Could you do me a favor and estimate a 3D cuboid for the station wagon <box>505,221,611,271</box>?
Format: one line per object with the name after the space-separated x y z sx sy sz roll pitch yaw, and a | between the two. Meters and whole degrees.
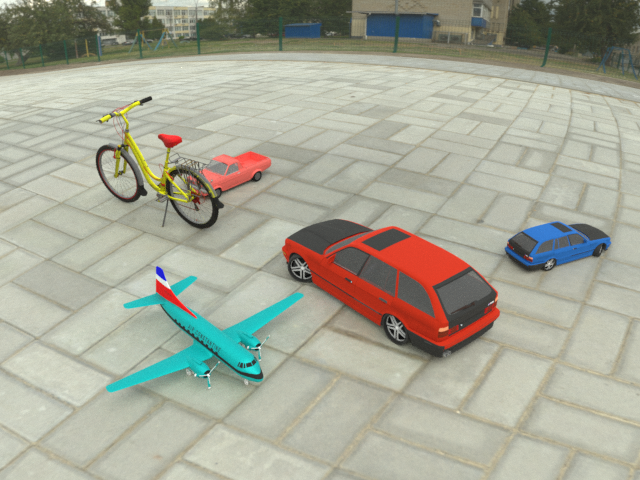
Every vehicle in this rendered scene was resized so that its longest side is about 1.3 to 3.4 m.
3.492 0.012 10.169 1.597 0.473 0.682 -13 31 -22 | station wagon

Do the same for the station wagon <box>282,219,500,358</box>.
0.794 0.355 9.083 1.327 0.920 3.105 -22 36 -35 | station wagon

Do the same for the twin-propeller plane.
-1.334 0.990 8.066 2.663 0.792 2.129 -24 37 -36 | twin-propeller plane

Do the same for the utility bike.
-2.662 -1.155 10.871 2.791 1.839 1.039 18 34 29 | utility bike

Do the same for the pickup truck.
-1.599 -1.229 12.381 0.640 0.511 1.603 23 36 35 | pickup truck
